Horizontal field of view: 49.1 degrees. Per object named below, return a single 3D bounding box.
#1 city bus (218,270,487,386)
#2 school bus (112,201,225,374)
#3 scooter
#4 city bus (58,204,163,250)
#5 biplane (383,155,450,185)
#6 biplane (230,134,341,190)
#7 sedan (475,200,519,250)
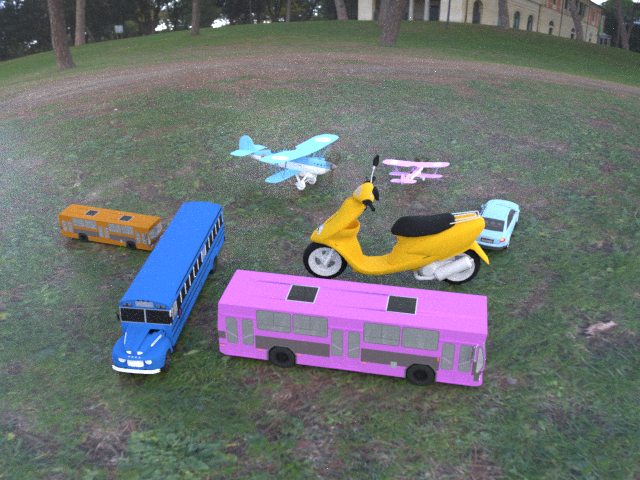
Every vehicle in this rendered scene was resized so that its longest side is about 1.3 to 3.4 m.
[{"bbox_3d":[0.402,1.109,8.749,3.255,0.894,0.926,6,30,10],"label":"city bus"},{"bbox_3d":[-2.043,0.560,9.759,0.709,0.844,3.322,3,30,6],"label":"school bus"},{"bbox_3d":[1.099,-0.161,10.070,2.721,1.786,1.288,2,30,4],"label":"scooter"},{"bbox_3d":[-3.420,-0.195,11.467,1.674,0.460,0.476,9,31,15],"label":"city bus"},{"bbox_3d":[1.740,-1.274,13.309,1.336,0.504,1.090,15,33,25],"label":"biplane"},{"bbox_3d":[-0.616,-1.549,13.310,2.120,0.981,2.598,14,33,23],"label":"biplane"},{"bbox_3d":[2.950,-0.340,11.697,0.635,0.483,1.613,12,32,20],"label":"sedan"}]
